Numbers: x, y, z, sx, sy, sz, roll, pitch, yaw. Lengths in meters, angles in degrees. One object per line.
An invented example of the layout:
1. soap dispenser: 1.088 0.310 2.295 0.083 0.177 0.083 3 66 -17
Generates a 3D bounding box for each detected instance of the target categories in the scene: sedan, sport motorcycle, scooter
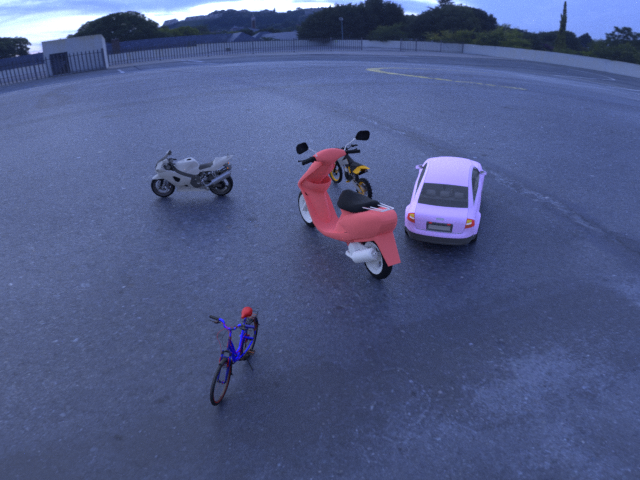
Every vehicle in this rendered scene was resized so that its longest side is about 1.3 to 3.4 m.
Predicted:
1. sedan: 2.188 -0.873 11.982 1.235 0.940 3.137 7 29 12
2. sport motorcycle: -2.312 -1.173 12.671 1.520 0.821 0.506 -2 28 -4
3. scooter: 0.360 -0.623 10.609 1.288 1.786 2.721 -16 32 -27

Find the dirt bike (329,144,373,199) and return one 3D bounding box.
1. dirt bike: 0.533 -1.260 12.796 0.527 0.857 1.493 -14 31 -25

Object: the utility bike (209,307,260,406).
1. utility bike: -0.923 1.207 8.065 0.535 0.946 1.435 8 29 14
